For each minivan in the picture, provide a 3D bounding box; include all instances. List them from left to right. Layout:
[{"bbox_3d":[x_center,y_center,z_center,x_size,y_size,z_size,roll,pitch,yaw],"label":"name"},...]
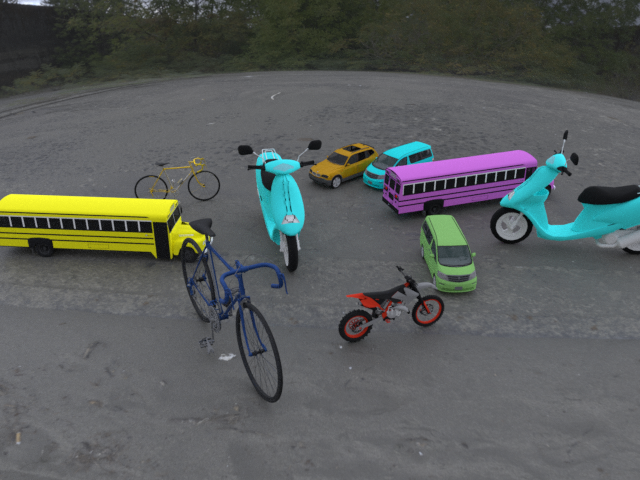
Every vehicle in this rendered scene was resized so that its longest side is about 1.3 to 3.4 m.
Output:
[{"bbox_3d":[1.550,-1.474,13.812,1.548,0.616,0.681,-21,34,-35],"label":"minivan"},{"bbox_3d":[1.919,0.192,10.531,0.681,0.616,1.548,-1,27,-3],"label":"minivan"}]

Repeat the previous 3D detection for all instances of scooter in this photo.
[{"bbox_3d":[-0.663,-0.808,11.208,1.288,1.786,2.721,-5,27,-11],"label":"scooter"},{"bbox_3d":[4.105,-0.660,10.916,2.721,1.786,1.288,5,27,10],"label":"scooter"}]

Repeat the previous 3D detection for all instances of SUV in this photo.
[{"bbox_3d":[0.491,-1.516,13.935,1.572,0.580,0.656,-23,35,-37],"label":"SUV"}]

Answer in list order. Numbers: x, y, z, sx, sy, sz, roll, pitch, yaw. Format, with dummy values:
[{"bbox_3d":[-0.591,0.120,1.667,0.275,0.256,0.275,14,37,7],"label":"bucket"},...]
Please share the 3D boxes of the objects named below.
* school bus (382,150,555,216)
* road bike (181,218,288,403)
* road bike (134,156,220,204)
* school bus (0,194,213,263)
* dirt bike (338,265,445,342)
[{"bbox_3d":[2.787,-1.060,12.745,3.322,0.844,0.709,-9,28,-18],"label":"school bus"},{"bbox_3d":[-1.155,0.675,8.432,0.696,1.656,3.004,-15,30,-26],"label":"road bike"},{"bbox_3d":[-2.599,-1.062,12.740,1.545,0.852,0.358,-6,28,-12],"label":"road bike"},{"bbox_3d":[-3.382,-0.213,11.076,3.322,0.844,0.709,2,27,4],"label":"school bus"},{"bbox_3d":[0.938,0.839,8.990,1.493,0.857,0.527,-9,28,-17],"label":"dirt bike"}]
